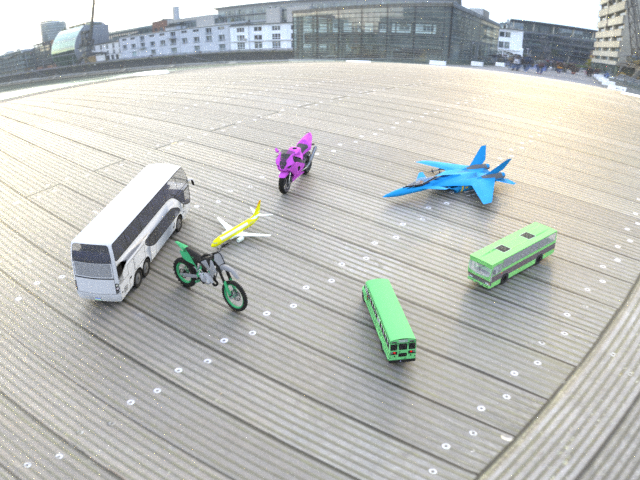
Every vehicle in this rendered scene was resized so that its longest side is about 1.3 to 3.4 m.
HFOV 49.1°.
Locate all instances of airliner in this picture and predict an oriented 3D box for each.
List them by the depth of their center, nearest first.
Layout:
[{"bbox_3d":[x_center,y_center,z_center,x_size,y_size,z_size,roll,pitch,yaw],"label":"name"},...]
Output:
[{"bbox_3d":[-1.373,-0.257,11.646,1.161,0.429,1.307,18,33,30],"label":"airliner"}]

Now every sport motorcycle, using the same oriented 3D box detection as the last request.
[{"bbox_3d":[-0.470,-1.498,13.528,0.506,0.821,1.520,10,30,18],"label":"sport motorcycle"}]

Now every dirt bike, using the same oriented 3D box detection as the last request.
[{"bbox_3d":[-1.574,0.452,9.886,1.493,0.857,0.527,21,35,34],"label":"dirt bike"}]

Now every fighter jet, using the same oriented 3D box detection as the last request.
[{"bbox_3d":[2.335,-1.212,13.277,2.640,0.557,2.229,-13,31,-23],"label":"fighter jet"}]

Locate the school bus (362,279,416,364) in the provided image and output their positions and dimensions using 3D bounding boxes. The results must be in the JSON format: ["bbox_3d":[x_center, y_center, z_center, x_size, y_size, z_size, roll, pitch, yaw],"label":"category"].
[{"bbox_3d":[0.885,0.995,9.328,0.365,0.434,1.708,-4,29,-8],"label":"school bus"}]

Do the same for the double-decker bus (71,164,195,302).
[{"bbox_3d":[-2.835,-0.248,10.974,0.756,1.052,3.251,4,29,8],"label":"double-decker bus"}]

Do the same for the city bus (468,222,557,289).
[{"bbox_3d":[2.954,0.233,10.708,1.674,0.460,0.476,-22,35,-35],"label":"city bus"}]
